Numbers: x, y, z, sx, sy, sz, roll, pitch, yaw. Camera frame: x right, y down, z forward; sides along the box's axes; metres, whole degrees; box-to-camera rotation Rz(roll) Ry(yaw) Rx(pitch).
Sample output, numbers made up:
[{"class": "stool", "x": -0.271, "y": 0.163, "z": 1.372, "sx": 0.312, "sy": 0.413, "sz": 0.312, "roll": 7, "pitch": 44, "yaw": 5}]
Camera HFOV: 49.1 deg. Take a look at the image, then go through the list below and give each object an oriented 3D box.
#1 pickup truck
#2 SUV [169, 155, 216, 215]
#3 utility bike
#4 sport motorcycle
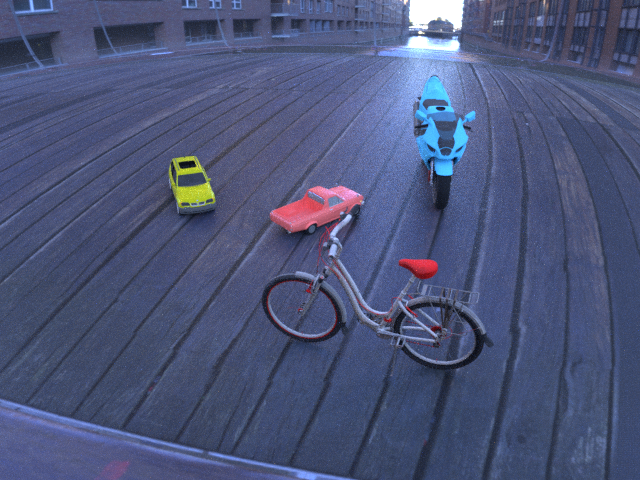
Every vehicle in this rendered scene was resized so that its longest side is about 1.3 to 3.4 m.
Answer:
[{"class": "pickup truck", "x": -0.029, "y": -0.544, "z": 11.352, "sx": 1.603, "sy": 0.511, "sz": 0.640, "roll": -24, "pitch": 38, "yaw": -35}, {"class": "SUV", "x": -2.224, "y": -0.970, "z": 12.017, "sx": 0.656, "sy": 0.580, "sz": 1.572, "roll": -9, "pitch": 31, "yaw": -15}, {"class": "utility bike", "x": 0.585, "y": 0.676, "z": 7.928, "sx": 2.791, "sy": 1.839, "sz": 1.039, "roll": 9, "pitch": 31, "yaw": 15}, {"class": "sport motorcycle", "x": 2.083, "y": -1.790, "z": 12.416, "sx": 0.983, "sy": 1.596, "sz": 2.955, "roll": 2, "pitch": 30, "yaw": 3}]
